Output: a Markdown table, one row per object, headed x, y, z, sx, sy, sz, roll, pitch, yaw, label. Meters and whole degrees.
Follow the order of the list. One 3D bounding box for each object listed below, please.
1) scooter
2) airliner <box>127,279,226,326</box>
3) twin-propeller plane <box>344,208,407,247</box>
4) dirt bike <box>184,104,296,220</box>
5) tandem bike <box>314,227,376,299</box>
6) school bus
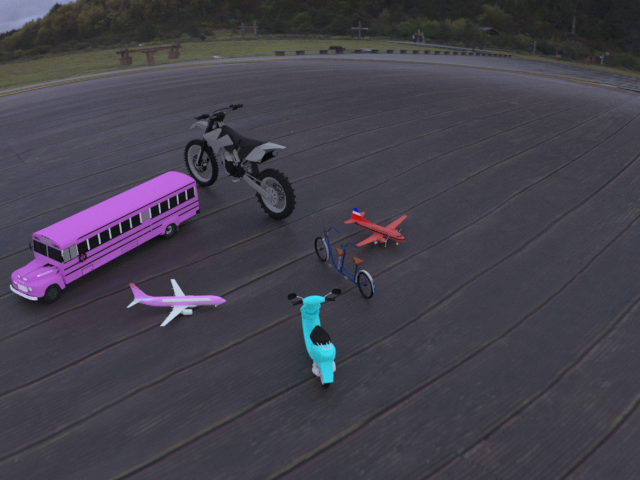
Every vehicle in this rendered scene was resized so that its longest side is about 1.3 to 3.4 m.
| x | y | z | sx | sy | sz | roll | pitch | yaw | label |
| --- | --- | --- | --- | --- | --- | --- | --- | --- | --- |
| -0.035 | 1.096 | 8.521 | 0.662 | 0.919 | 1.399 | -5 | 29 | -10 | scooter |
| -1.960 | 0.762 | 9.646 | 1.307 | 0.429 | 1.161 | -2 | 29 | -3 | airliner |
| 0.947 | -0.217 | 11.464 | 1.095 | 0.407 | 1.370 | 22 | 35 | 34 | twin-propeller plane |
| -1.515 | -1.438 | 12.390 | 2.903 | 1.666 | 1.024 | 24 | 37 | 37 | dirt bike |
| 0.339 | 0.277 | 10.272 | 0.283 | 0.682 | 1.642 | -16 | 32 | -27 | tandem bike |
| -3.247 | -0.120 | 10.831 | 0.709 | 0.844 | 3.322 | 18 | 33 | 29 | school bus |
